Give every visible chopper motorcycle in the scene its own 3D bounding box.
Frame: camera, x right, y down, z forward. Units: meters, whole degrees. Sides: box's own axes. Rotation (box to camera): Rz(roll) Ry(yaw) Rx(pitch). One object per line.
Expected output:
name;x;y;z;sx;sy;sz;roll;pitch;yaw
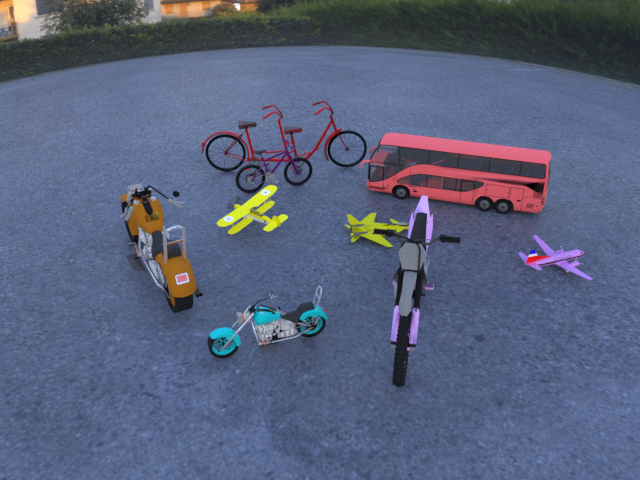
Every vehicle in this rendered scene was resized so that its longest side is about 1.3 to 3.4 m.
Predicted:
chopper motorcycle;-0.657;1.032;8.856;1.563;0.761;0.466;-10;32;-16
chopper motorcycle;-2.439;-0.148;10.160;0.906;1.480;3.040;-15;33;-23

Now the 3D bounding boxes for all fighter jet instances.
fighter jet;1.120;-0.250;11.513;1.358;0.286;1.147;-5;31;-8

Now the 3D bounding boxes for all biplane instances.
biplane;-1.066;-0.397;11.549;1.090;0.504;1.336;22;37;33

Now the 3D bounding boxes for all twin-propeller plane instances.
twin-propeller plane;3.567;0.238;10.561;1.095;0.407;1.370;-11;32;-18

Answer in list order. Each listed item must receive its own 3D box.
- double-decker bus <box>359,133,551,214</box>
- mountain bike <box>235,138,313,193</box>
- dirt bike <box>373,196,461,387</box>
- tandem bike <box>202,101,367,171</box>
double-decker bus;2.355;-1.204;12.386;3.251;1.052;0.756;9;32;15
mountain bike;-0.832;-1.320;12.766;1.469;0.868;0.573;-10;32;-17
dirt bike;1.203;0.471;8.918;1.024;1.666;2.903;6;31;11
tandem bike;-0.679;-1.956;13.398;3.192;1.326;0.550;-2;30;-4
